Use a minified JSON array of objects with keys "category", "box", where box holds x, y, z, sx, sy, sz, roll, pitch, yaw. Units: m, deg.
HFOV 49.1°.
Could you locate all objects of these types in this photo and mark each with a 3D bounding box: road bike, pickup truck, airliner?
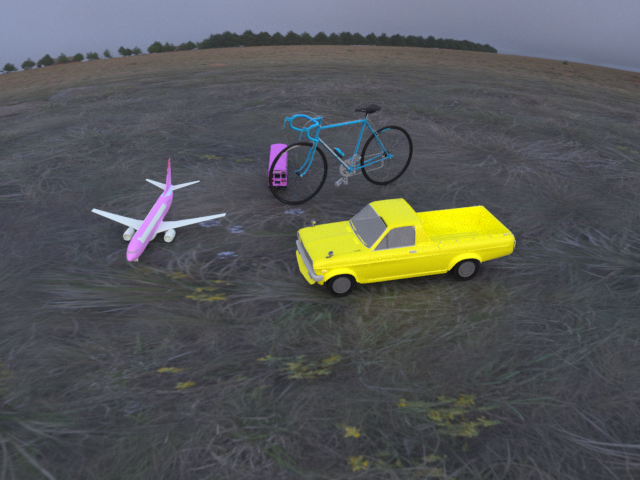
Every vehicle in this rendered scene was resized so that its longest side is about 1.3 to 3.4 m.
[{"category":"road bike","box":[0.437,-1.580,12.505,3.004,1.656,0.697,-14,31,-25]},{"category":"pickup truck","box":[1.224,-0.018,10.238,3.117,0.993,1.244,-7,28,-12]},{"category":"airliner","box":[-2.710,-0.494,11.318,2.257,0.835,2.541,2,28,4]}]

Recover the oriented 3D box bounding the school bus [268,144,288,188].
[{"category":"school bus","box":[-0.806,-1.473,13.618,0.365,0.434,1.708,-1,28,-1]}]
